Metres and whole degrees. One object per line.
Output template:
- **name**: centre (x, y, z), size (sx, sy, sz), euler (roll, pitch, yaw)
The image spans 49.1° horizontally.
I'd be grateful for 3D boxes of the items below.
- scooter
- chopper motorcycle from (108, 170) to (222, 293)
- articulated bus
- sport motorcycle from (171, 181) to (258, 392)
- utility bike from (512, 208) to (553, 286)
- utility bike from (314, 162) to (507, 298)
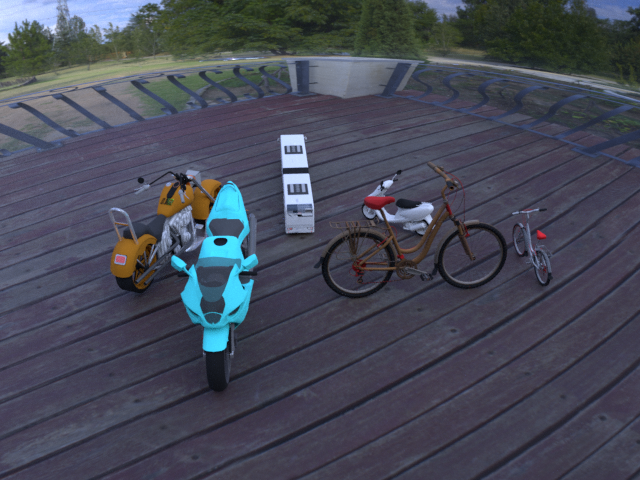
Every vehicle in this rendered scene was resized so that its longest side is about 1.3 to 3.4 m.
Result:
- **scooter**: centre (1.294, -0.608, 11.610), size (1.399, 0.919, 0.662), euler (19, 34, 30)
- **chopper motorcycle**: centre (-2.230, -0.396, 10.651), size (0.906, 1.480, 3.040), euler (9, 30, 16)
- **articulated bus**: centre (-0.447, -1.120, 12.897), size (0.605, 0.561, 3.401), euler (-2, 29, -4)
- **sport motorcycle**: centre (-1.220, 0.501, 8.917), size (0.983, 1.596, 2.955), euler (-1, 29, -2)
- **utility bike**: centre (3.120, 0.044, 10.409), size (0.535, 0.946, 1.435), euler (-4, 29, -7)
- **utility bike**: centre (1.281, -0.107, 9.761), size (2.791, 1.839, 1.039), euler (-4, 29, -7)
